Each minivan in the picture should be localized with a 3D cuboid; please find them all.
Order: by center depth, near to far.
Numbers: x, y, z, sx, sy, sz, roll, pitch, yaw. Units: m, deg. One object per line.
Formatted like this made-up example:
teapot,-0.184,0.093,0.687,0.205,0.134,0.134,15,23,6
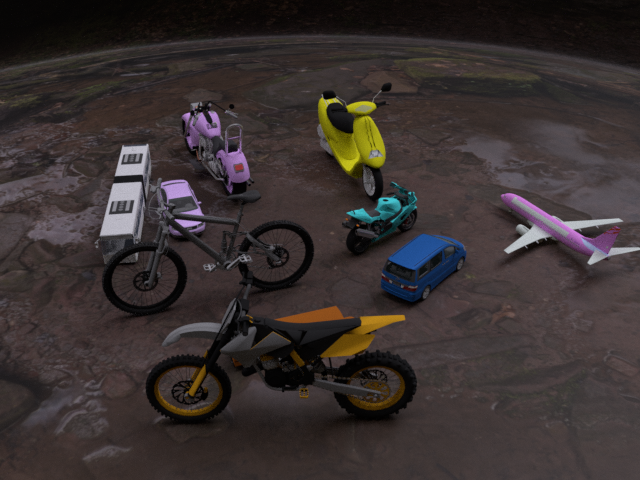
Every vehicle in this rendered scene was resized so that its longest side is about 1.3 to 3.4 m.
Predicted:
minivan,1.513,0.289,9.956,0.681,0.616,1.548,23,38,33

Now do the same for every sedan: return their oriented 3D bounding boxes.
sedan,-2.301,-0.576,11.514,0.635,0.483,1.613,-11,33,-17

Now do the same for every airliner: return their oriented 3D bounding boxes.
airliner,3.631,-0.364,10.824,2.257,0.835,2.541,-14,34,-21

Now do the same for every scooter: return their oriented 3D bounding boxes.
scooter,0.536,-1.991,12.596,1.288,1.786,2.721,-11,33,-18

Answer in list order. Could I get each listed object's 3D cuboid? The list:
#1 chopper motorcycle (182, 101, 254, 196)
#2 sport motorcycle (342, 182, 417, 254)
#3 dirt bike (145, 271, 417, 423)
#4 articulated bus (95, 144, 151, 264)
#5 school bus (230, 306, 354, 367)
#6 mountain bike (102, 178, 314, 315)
chopper motorcycle,-1.973,-1.864,12.684,0.906,1.480,3.040,-14,34,-22
sport motorcycle,0.974,-0.333,10.786,1.520,0.821,0.506,-24,38,-34
dirt bike,-0.406,1.272,7.311,2.903,1.666,1.024,-1,31,-2
articulated bus,-3.183,-0.703,11.649,0.605,0.561,3.401,-4,31,-7
school bus,-0.282,1.173,8.667,1.708,0.434,0.365,-11,33,-17
mountain bike,-1.442,0.103,9.226,2.857,1.688,1.114,-10,33,-16
